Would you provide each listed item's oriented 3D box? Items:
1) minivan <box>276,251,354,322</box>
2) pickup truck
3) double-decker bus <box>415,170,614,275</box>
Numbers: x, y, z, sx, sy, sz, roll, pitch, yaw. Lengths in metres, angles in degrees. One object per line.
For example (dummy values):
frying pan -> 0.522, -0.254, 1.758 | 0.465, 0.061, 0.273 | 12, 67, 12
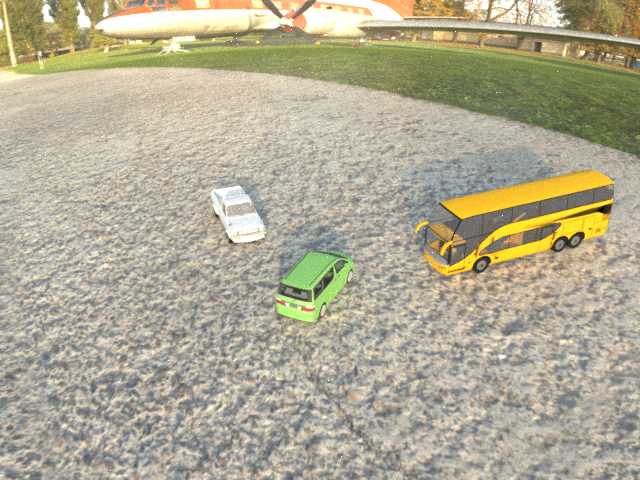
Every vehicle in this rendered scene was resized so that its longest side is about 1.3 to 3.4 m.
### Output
minivan -> -0.032, 0.528, 9.837 | 0.681, 0.616, 1.548 | 13, 33, 21
pickup truck -> -1.390, -0.492, 11.707 | 0.640, 0.511, 1.603 | -10, 32, -17
double-decker bus -> 3.051, -0.278, 10.796 | 3.251, 1.052, 0.756 | -13, 32, -21
